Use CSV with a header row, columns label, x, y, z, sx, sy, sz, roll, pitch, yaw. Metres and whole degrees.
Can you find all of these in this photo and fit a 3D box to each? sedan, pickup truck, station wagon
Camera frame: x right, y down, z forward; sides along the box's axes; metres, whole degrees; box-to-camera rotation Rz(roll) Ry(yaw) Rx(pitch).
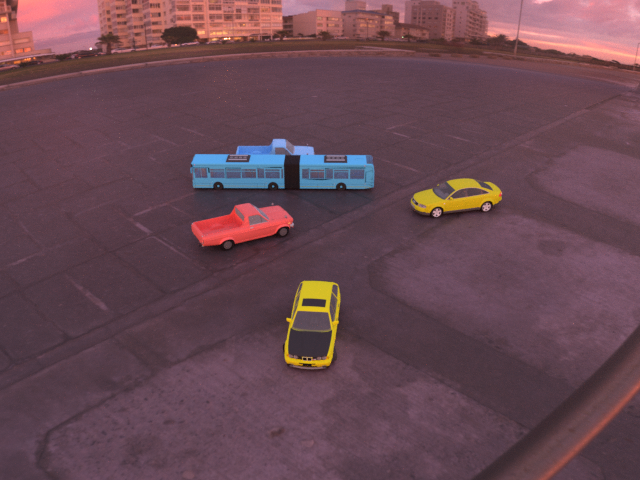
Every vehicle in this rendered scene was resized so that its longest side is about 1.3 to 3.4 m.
label,x,y,z,sx,sy,sz,roll,pitch,yaw
sedan,2.380,-0.777,12.226,1.613,0.483,0.635,-7,29,-13
pickup truck,-1.235,-0.266,11.255,1.603,0.511,0.640,-14,31,-24
station wagon,-0.080,1.013,8.934,0.682,0.473,1.597,3,29,5
pickup truck,-0.886,-1.709,13.917,1.603,0.511,0.640,0,28,-1

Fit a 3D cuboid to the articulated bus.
label,x,y,z,sx,sy,sz,roll,pitch,yaw
articulated bus,-0.703,-1.275,13.064,3.401,0.561,0.605,0,28,1
